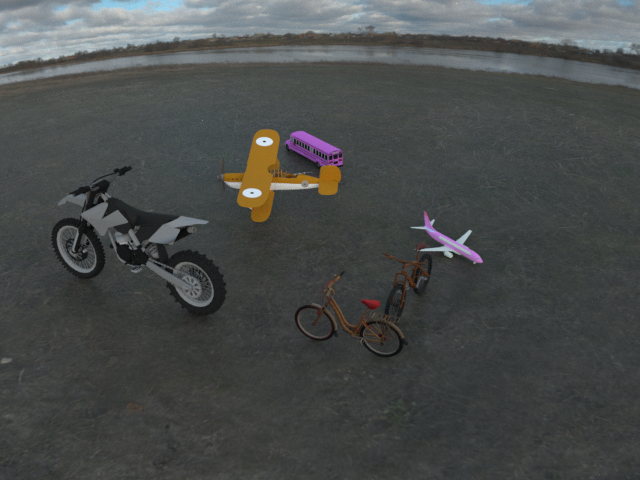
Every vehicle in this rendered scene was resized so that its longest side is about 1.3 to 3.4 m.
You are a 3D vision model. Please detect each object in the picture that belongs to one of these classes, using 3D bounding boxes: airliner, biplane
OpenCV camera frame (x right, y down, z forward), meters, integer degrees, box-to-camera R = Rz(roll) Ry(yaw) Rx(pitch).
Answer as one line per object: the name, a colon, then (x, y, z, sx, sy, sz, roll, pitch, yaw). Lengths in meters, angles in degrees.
airliner: (1.988, -0.028, 10.599, 1.161, 0.429, 1.307, -18, 32, -31)
biplane: (-0.704, -1.002, 11.904, 2.120, 0.981, 2.598, 1, 27, 3)

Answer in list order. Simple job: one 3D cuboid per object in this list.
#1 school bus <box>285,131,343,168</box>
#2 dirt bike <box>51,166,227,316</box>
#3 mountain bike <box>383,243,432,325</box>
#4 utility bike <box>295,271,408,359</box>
school bus: (-0.159, -1.835, 14.137, 0.365, 0.434, 1.708, -17, 31, -29)
dirt bike: (-2.490, 0.009, 9.166, 2.903, 1.666, 1.024, 13, 30, 24)
mountain bike: (1.167, 0.504, 9.073, 0.573, 0.868, 1.469, 14, 30, 26)
utility bike: (0.333, 0.922, 8.169, 1.435, 0.946, 0.535, 11, 29, 20)
